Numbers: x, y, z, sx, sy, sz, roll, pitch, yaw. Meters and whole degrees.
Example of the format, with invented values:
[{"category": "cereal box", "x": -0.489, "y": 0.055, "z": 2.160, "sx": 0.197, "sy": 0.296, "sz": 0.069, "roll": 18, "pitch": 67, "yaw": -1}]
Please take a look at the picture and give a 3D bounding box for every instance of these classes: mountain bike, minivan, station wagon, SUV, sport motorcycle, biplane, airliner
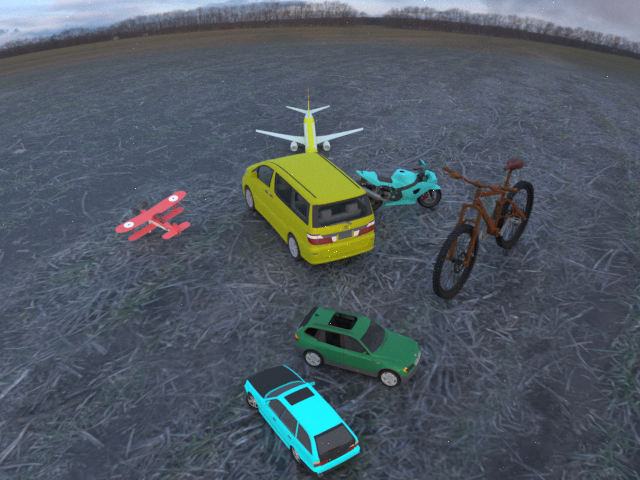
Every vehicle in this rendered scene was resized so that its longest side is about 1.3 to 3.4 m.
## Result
[{"category": "mountain bike", "x": 2.444, "y": -0.304, "z": 10.099, "sx": 1.114, "sy": 1.688, "sz": 2.857, "roll": 23, "pitch": 37, "yaw": 34}, {"category": "minivan", "x": -0.285, "y": -0.732, "z": 11.310, "sx": 1.324, "sy": 1.197, "sz": 3.011, "roll": -14, "pitch": 33, "yaw": -23}, {"category": "station wagon", "x": -0.239, "y": 1.851, "z": 7.631, "sx": 0.682, "sy": 0.473, "sz": 1.597, "roll": -18, "pitch": 35, "yaw": -28}, {"category": "SUV", "x": 0.452, "y": 1.251, "z": 8.546, "sx": 1.572, "sy": 0.580, "sz": 0.656, "roll": 11, "pitch": 32, "yaw": 19}, {"category": "sport motorcycle", "x": 1.351, "y": -0.890, "z": 11.951, "sx": 1.520, "sy": 0.821, "sz": 0.506, "roll": -3, "pitch": 31, "yaw": -6}, {"category": "biplane", "x": -2.586, "y": -0.283, "z": 11.230, "sx": 1.090, "sy": 0.504, "sz": 1.336, "roll": 25, "pitch": 39, "yaw": 36}, {"category": "airliner", "x": -0.205, "y": -2.337, "z": 14.398, "sx": 2.257, "sy": 0.835, "sz": 2.541, "roll": -1, "pitch": 30, "yaw": -2}]
